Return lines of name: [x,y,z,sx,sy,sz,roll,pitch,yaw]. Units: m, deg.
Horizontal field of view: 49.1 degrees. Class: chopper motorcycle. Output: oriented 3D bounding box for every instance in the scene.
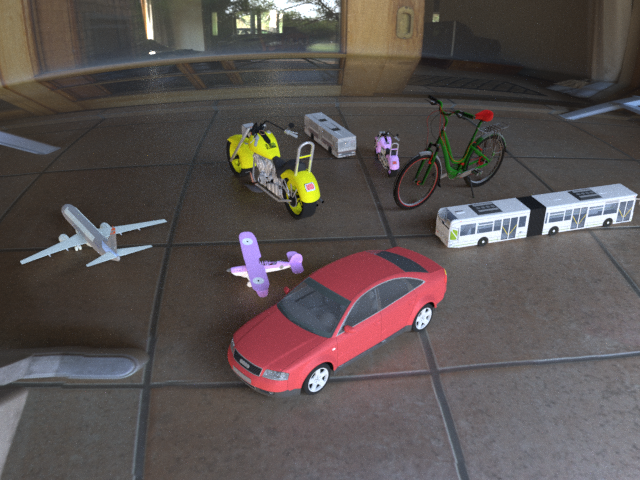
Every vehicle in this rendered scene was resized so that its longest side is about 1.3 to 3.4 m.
chopper motorcycle: [-0.906,-1.431,12.213,0.906,1.480,3.040,-16,33,-27]
chopper motorcycle: [1.282,-1.778,13.598,0.466,0.761,1.563,-4,29,-7]

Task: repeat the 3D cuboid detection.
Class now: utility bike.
utility bike: [2.413,-1.530,12.021,2.791,1.839,1.039,-19,34,-31]

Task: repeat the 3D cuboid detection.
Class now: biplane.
biplane: [-0.776,0.389,9.899,1.090,0.504,1.336,-7,29,-13]

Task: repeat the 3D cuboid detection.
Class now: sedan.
sedan: [0.284,0.838,8.624,3.137,0.940,1.235,-24,36,-36]

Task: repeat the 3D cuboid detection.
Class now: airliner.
airliner: [-3.557,-0.268,10.757,2.257,0.835,2.541,-19,34,-31]

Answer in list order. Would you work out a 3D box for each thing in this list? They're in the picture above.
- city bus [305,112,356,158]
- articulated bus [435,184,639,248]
city bus: [0.194,-2.194,14.674,0.476,0.460,1.674,-12,31,-22]
articulated bus: [3.529,-0.400,11.285,3.401,0.561,0.605,-8,30,-15]
